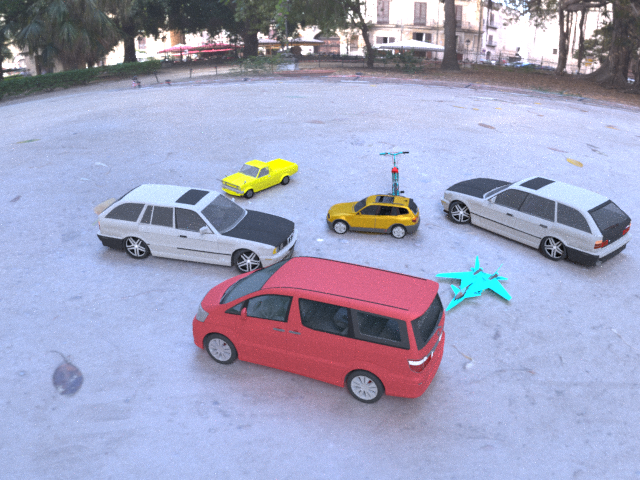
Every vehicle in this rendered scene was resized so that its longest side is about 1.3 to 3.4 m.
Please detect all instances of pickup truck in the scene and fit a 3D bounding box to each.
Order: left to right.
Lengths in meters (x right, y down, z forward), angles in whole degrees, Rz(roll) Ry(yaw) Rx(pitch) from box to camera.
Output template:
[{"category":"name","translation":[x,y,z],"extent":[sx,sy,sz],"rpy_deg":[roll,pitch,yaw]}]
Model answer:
[{"category":"pickup truck","translation":[-1.149,-1.267,13.524],"extent":[0.640,0.511,1.603],"rpy_deg":[21,33,37]}]

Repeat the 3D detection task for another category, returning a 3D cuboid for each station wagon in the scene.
[{"category":"station wagon","translation":[-1.892,-0.256,10.955],"extent":[3.105,0.920,1.327],"rpy_deg":[7,27,15]},{"category":"station wagon","translation":[3.462,-0.535,11.535],"extent":[1.327,0.920,3.105],"rpy_deg":[-21,33,-37]}]

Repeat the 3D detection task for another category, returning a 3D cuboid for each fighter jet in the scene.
[{"category":"fighter jet","translation":[2.102,0.636,9.837],"extent":[1.147,0.286,1.358],"rpy_deg":[18,31,33]}]

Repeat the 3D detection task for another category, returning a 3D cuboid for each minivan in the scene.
[{"category":"minivan","translation":[-0.071,0.900,8.241],"extent":[3.011,1.197,1.324],"rpy_deg":[11,28,21]}]

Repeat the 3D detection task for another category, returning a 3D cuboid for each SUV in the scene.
[{"category":"SUV","translation":[0.895,-0.443,11.736],"extent":[1.572,0.580,0.656],"rpy_deg":[5,26,9]}]

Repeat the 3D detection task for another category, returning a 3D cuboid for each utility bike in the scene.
[{"category":"utility bike","translation":[1.327,-1.101,12.679],"extent":[0.535,0.946,1.435],"rpy_deg":[2,26,5]}]
